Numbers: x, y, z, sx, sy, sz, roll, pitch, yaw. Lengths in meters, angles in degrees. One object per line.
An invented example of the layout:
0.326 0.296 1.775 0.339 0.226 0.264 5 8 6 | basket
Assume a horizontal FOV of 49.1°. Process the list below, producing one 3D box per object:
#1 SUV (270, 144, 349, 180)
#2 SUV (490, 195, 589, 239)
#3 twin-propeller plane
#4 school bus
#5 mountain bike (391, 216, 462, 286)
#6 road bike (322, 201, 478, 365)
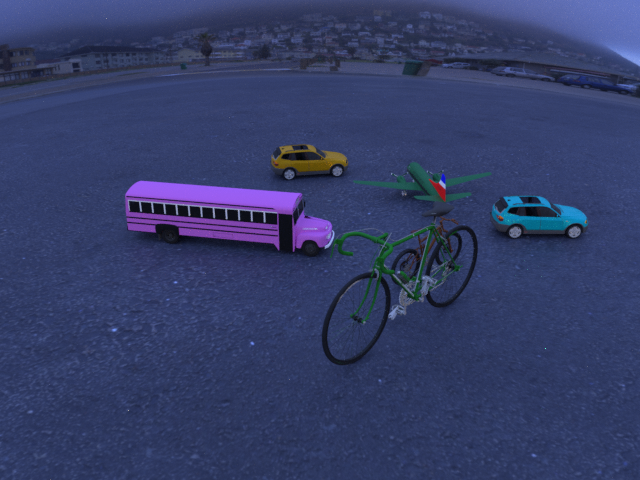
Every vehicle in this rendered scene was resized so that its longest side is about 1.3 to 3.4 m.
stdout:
-0.213 -1.604 14.036 1.572 0.580 0.656 -5 26 -10 | SUV
3.621 -0.409 11.567 1.572 0.580 0.656 0 26 0 | SUV
1.952 -1.134 12.823 2.663 0.792 2.129 -4 26 -9 | twin-propeller plane
-1.428 -0.374 11.193 3.322 0.844 0.709 5 26 11 | school bus
1.573 0.124 10.136 1.469 0.868 0.573 -20 32 -35 | mountain bike
1.097 0.417 8.626 3.004 1.656 0.696 -23 34 -39 | road bike
